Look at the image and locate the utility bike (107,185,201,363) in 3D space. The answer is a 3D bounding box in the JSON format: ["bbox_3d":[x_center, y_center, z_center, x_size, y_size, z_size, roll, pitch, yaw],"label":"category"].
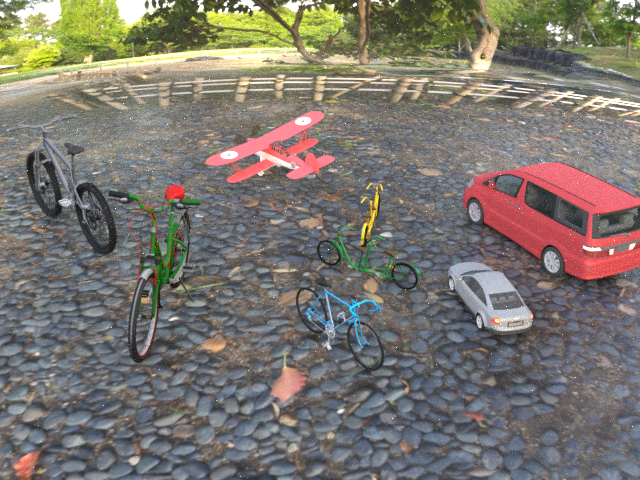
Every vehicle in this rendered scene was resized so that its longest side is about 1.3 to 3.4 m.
[{"bbox_3d":[-1.834,0.127,8.540,1.039,1.839,2.791,1,27,3],"label":"utility bike"}]

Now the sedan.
[{"bbox_3d":[2.153,0.655,8.996,0.635,0.483,1.613,-6,28,-11],"label":"sedan"}]

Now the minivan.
[{"bbox_3d":[3.389,-0.494,10.462,1.324,1.197,3.011,-12,29,-21],"label":"minivan"}]

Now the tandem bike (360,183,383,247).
[{"bbox_3d":[0.794,-0.410,10.863,0.283,0.682,1.642,6,28,12],"label":"tandem bike"}]

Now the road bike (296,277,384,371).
[{"bbox_3d":[0.202,0.906,8.100,0.358,0.852,1.545,-21,34,-35],"label":"road bike"}]

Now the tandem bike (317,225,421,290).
[{"bbox_3d":[0.645,0.218,9.634,1.642,0.682,0.283,17,31,29],"label":"tandem bike"}]

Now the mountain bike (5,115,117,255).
[{"bbox_3d":[-3.881,-0.876,10.669,1.114,1.688,2.857,-23,35,-37],"label":"mountain bike"}]

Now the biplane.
[{"bbox_3d":[-0.745,-1.522,12.713,2.598,0.981,2.120,-22,34,-36],"label":"biplane"}]
